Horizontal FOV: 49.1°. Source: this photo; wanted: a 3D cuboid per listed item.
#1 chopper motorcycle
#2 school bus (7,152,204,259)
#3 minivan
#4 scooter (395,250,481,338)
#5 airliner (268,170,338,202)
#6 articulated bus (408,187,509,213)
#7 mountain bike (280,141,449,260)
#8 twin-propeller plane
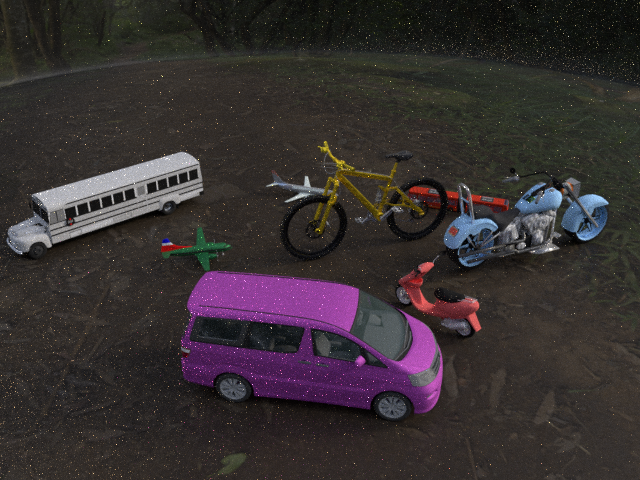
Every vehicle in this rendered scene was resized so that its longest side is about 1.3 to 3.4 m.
[{"bbox_3d":[3.251,-0.414,10.673,3.040,1.480,0.906,-13,32,-21],"label":"chopper motorcycle"},{"bbox_3d":[-3.545,-0.635,11.713,3.322,0.844,0.709,-23,37,-35],"label":"school bus"},{"bbox_3d":[-0.069,1.164,8.160,3.011,1.197,1.324,5,30,8],"label":"minivan"},{"bbox_3d":[1.552,0.694,9.277,0.662,0.919,1.399,-25,38,-37],"label":"scooter"},{"bbox_3d":[-0.293,-1.005,12.793,1.307,0.429,1.161,9,31,15],"label":"airliner"},{"bbox_3d":[2.415,-0.670,12.341,1.749,0.289,0.311,10,31,17],"label":"articulated bus"},{"bbox_3d":[0.734,-0.604,10.799,2.857,1.688,1.114,-11,31,-18],"label":"mountain bike"},{"bbox_3d":[-1.906,0.107,10.840,1.095,0.407,1.370,-7,30,-12],"label":"twin-propeller plane"}]
